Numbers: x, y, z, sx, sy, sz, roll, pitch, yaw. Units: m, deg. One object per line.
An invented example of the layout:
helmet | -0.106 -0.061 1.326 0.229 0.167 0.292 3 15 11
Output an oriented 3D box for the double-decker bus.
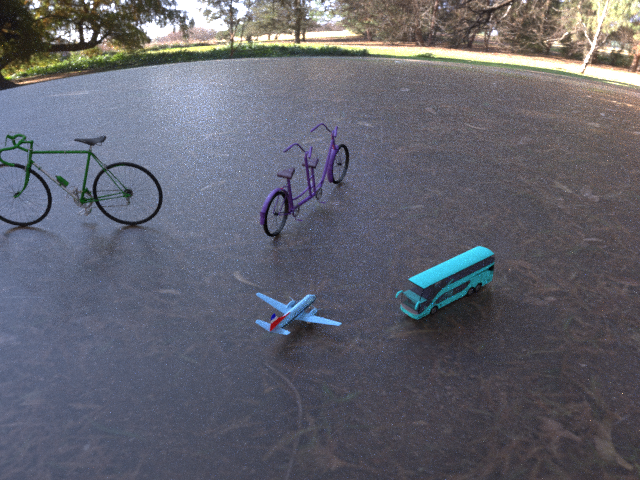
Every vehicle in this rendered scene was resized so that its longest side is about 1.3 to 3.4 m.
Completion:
double-decker bus | 1.800 0.601 9.858 1.672 0.541 0.389 -21 35 -33

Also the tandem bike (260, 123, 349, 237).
tandem bike | -0.197 -1.155 12.223 0.550 1.326 3.192 14 32 24

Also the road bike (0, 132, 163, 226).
road bike | -4.132 -0.972 11.551 3.004 1.656 0.696 -1 29 -1

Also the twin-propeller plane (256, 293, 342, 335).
twin-propeller plane | -0.354 0.941 9.383 1.370 0.407 1.095 17 33 28
